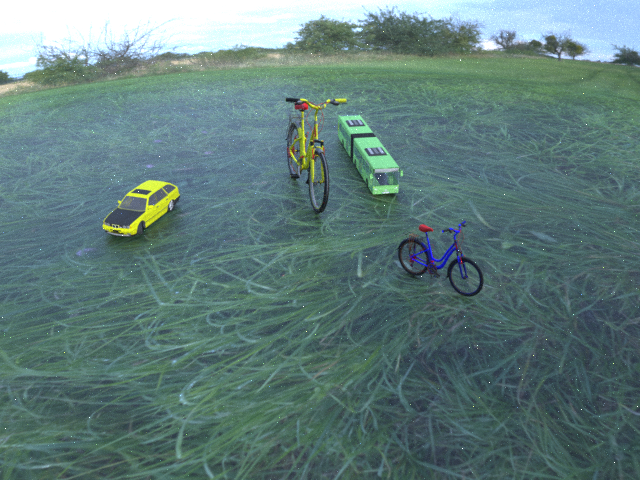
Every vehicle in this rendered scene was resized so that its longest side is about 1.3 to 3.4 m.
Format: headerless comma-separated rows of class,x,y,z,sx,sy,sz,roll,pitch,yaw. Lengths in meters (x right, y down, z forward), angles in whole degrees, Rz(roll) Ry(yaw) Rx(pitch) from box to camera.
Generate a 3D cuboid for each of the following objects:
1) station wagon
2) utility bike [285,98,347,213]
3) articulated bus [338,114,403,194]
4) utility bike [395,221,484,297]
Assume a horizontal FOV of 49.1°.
station wagon,-2.926,-0.565,11.496,0.682,0.473,1.597,8,28,16
utility bike,-0.154,-1.703,12.249,1.039,1.839,2.791,-7,27,-14
articulated bus,0.893,-1.758,13.792,0.605,0.561,3.401,-4,27,-8
utility bike,1.641,0.159,9.512,1.435,0.946,0.535,22,34,38
